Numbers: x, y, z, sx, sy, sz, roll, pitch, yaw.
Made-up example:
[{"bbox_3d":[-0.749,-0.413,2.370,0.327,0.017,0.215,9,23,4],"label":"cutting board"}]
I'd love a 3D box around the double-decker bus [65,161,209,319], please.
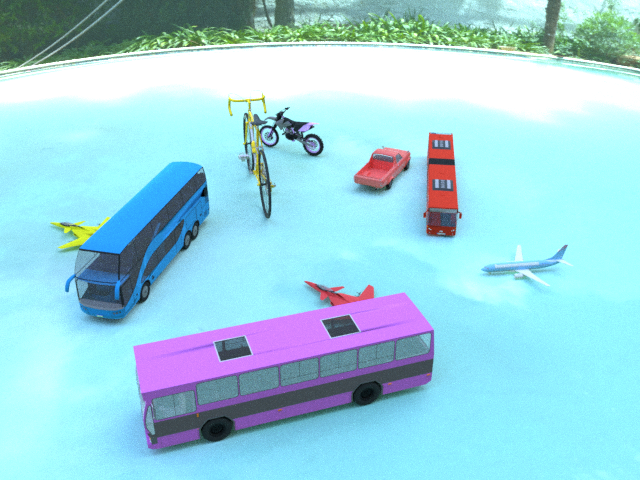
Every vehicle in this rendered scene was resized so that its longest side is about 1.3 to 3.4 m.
[{"bbox_3d":[-2.536,-0.067,10.322,0.756,1.052,3.251,7,31,12],"label":"double-decker bus"}]

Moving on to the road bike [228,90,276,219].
[{"bbox_3d":[-1.142,-1.598,12.378,0.696,1.656,3.004,-7,31,-11],"label":"road bike"}]

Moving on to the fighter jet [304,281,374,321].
[{"bbox_3d":[0.254,0.756,9.658,1.358,0.286,1.147,26,39,38],"label":"fighter jet"}]

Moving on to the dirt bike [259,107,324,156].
[{"bbox_3d":[-0.602,-2.202,14.230,1.493,0.857,0.527,14,33,23],"label":"dirt bike"}]

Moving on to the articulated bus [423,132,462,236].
[{"bbox_3d":[2.174,-1.101,12.611,0.605,0.561,3.401,4,30,7],"label":"articulated bus"}]

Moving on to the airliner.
[{"bbox_3d":[3.020,0.291,10.323,1.307,0.429,1.161,-3,30,-6],"label":"airliner"}]

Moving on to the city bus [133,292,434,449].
[{"bbox_3d":[-0.366,1.444,7.851,3.255,0.894,0.926,-10,31,-16],"label":"city bus"}]

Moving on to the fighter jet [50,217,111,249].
[{"bbox_3d":[-3.890,-0.212,11.341,1.358,0.286,1.147,14,33,23],"label":"fighter jet"}]

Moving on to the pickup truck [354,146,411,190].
[{"bbox_3d":[1.198,-1.405,13.192,0.640,0.511,1.603,14,33,22],"label":"pickup truck"}]
